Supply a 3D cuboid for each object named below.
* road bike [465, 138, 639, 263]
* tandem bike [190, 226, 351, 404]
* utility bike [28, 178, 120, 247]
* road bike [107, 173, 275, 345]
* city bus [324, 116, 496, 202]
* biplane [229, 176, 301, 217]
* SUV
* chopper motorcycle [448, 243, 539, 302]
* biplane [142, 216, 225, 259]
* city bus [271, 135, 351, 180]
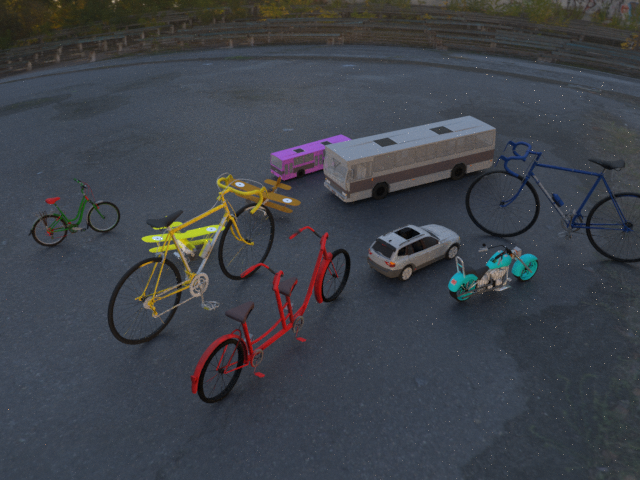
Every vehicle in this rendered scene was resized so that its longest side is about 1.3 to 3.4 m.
[{"bbox_3d":[3.697,-0.582,10.540,3.004,1.656,0.696,13,33,21],"label":"road bike"},{"bbox_3d":[-0.481,0.760,8.561,0.550,1.326,3.192,19,35,29],"label":"tandem bike"},{"bbox_3d":[-3.900,-0.452,11.024,1.435,0.946,0.535,-17,34,-26],"label":"utility bike"},{"bbox_3d":[-1.597,0.181,9.228,0.697,1.656,3.004,21,36,32],"label":"road bike"},{"bbox_3d":[1.677,-1.486,12.853,3.255,0.894,0.926,-15,33,-24],"label":"city bus"},{"bbox_3d":[-0.888,-0.760,11.992,1.336,0.504,1.090,12,32,19],"label":"biplane"},{"bbox_3d":[1.426,0.080,10.471,1.572,0.580,0.656,-21,36,-32],"label":"SUV"},{"bbox_3d":[2.456,0.388,9.762,1.563,0.761,0.466,-16,34,-25],"label":"chopper motorcycle"},{"bbox_3d":[-2.135,-0.045,10.763,1.336,0.504,1.090,-20,36,-30],"label":"biplane"},{"bbox_3d":[-0.133,-1.575,13.439,1.674,0.460,0.476,-20,36,-30],"label":"city bus"}]
